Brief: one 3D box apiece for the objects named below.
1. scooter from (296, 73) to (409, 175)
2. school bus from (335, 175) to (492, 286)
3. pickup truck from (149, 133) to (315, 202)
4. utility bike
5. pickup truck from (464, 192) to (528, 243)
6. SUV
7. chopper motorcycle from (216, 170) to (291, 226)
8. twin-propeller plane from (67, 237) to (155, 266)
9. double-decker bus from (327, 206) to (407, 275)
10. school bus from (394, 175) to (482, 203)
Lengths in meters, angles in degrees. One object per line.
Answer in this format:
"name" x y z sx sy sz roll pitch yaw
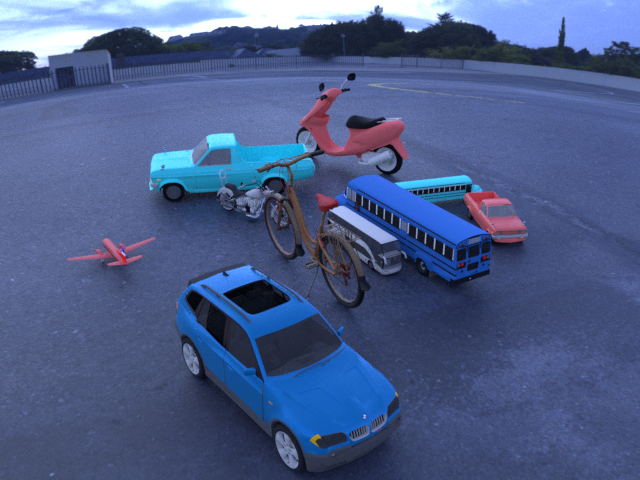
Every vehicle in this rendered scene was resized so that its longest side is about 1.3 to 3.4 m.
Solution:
"scooter" 0.606 -2.373 14.284 2.721 1.786 1.288 17 30 31
"school bus" 1.297 -0.285 11.029 0.709 0.844 3.322 -14 29 -27
"pickup truck" -1.684 -1.460 13.302 3.117 0.993 1.244 -4 26 -9
"utility bike" -0.211 -0.201 9.706 1.039 1.839 2.791 -15 29 -28
"pickup truck" 2.929 -0.451 11.758 0.640 0.511 1.603 -3 26 -6
"SUV" -0.460 1.216 7.577 1.276 1.128 3.058 -19 31 -34
"chopper motorcycle" -1.129 -0.716 12.020 1.563 0.761 0.466 15 30 28
"twin-propeller plane" -3.126 0.138 10.652 1.370 0.407 1.095 -16 30 -30
"double-decker bus" 0.675 0.001 10.784 0.389 0.541 1.672 -15 29 -28
"school bus" 2.168 -0.891 12.763 1.708 0.434 0.365 -7 27 -15
